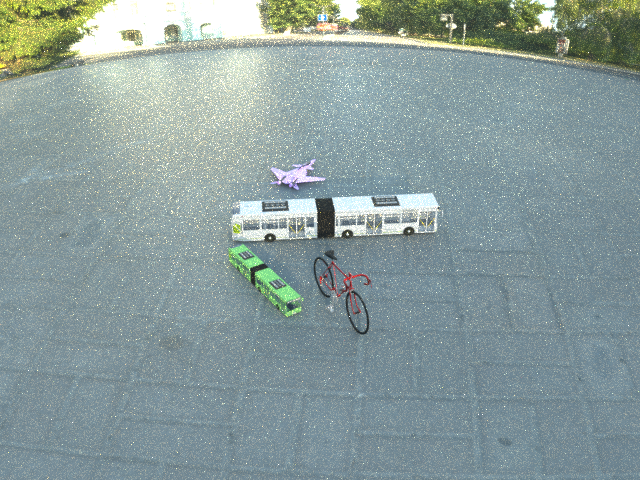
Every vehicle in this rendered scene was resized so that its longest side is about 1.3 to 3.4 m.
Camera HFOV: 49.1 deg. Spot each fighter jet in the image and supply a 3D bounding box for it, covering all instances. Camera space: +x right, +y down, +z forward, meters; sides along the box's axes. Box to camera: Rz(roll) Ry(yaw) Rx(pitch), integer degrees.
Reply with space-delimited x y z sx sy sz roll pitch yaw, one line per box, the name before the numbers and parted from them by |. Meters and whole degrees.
fighter jet | -0.381 -1.382 13.480 1.147 0.286 1.358 14 33 22

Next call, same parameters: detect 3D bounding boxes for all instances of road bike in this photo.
road bike | 0.270 0.632 9.495 0.358 0.852 1.545 -15 34 -23

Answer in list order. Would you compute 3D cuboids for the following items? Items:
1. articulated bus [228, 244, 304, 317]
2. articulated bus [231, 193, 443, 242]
articulated bus | -0.824 0.557 10.178 0.311 0.289 1.749 -19 35 -28
articulated bus | 0.266 -0.371 11.487 3.401 0.561 0.605 -3 31 -5
